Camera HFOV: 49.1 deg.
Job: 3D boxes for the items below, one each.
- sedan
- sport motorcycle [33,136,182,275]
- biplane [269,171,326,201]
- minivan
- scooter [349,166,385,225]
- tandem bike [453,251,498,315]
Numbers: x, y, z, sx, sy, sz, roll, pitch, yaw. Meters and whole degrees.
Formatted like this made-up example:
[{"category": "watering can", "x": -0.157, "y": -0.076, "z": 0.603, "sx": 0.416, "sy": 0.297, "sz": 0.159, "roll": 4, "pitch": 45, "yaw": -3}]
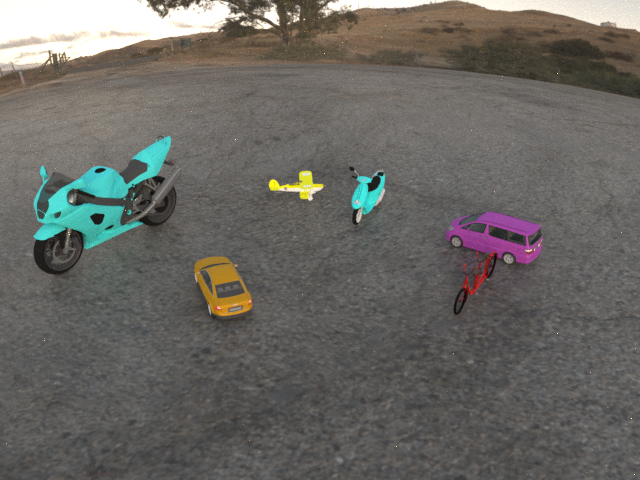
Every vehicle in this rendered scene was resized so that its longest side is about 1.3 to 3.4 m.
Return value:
[{"category": "sedan", "x": -1.460, "y": 0.616, "z": 10.369, "sx": 0.635, "sy": 0.483, "sz": 1.613, "roll": -11, "pitch": 30, "yaw": -19}, {"category": "sport motorcycle", "x": -3.464, "y": -0.616, "z": 11.477, "sx": 0.983, "sy": 1.596, "sz": 2.955, "roll": 18, "pitch": 33, "yaw": 30}, {"category": "biplane", "x": -0.424, "y": -1.016, "z": 13.363, "sx": 1.090, "sy": 0.504, "sz": 1.336, "roll": -1, "pitch": 28, "yaw": -2}, {"category": "minivan", "x": 2.855, "y": -0.105, "z": 11.562, "sx": 1.548, "sy": 0.616, "sz": 0.681, "roll": 20, "pitch": 34, "yaw": 32}, {"category": "scooter", "x": 0.888, "y": -0.918, "z": 12.747, "sx": 0.662, "sy": 0.919, "sz": 1.399, "roll": 13, "pitch": 31, "yaw": 22}, {"category": "tandem bike", "x": 2.333, "y": 0.508, "z": 10.360, "sx": 0.283, "sy": 0.682, "sz": 1.642, "roll": 17, "pitch": 33, "yaw": 29}]
